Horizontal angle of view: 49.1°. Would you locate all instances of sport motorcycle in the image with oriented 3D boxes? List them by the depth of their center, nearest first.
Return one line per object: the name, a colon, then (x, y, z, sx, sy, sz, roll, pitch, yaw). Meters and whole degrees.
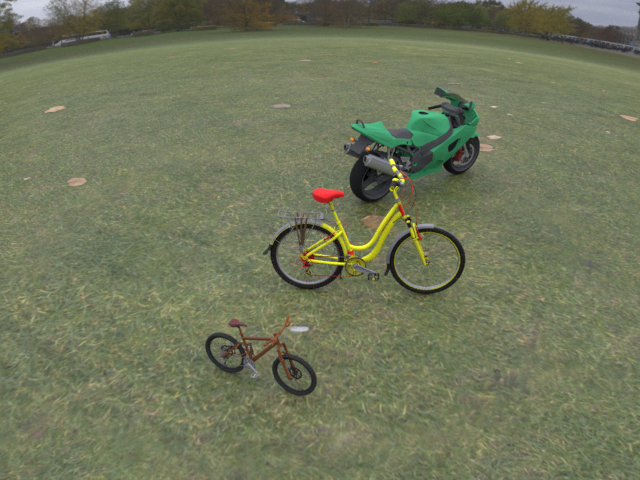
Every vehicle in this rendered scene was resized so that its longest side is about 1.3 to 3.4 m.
sport motorcycle: (1.727, -1.655, 12.292, 2.955, 1.596, 0.983, -18, 36, -28)

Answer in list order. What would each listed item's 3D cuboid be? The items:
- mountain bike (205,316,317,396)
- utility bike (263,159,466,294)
mountain bike: (-0.707, 1.308, 8.063, 1.469, 0.868, 0.573, 14, 34, 21)
utility bike: (0.601, -0.144, 9.540, 2.791, 1.839, 1.039, 2, 31, 4)
